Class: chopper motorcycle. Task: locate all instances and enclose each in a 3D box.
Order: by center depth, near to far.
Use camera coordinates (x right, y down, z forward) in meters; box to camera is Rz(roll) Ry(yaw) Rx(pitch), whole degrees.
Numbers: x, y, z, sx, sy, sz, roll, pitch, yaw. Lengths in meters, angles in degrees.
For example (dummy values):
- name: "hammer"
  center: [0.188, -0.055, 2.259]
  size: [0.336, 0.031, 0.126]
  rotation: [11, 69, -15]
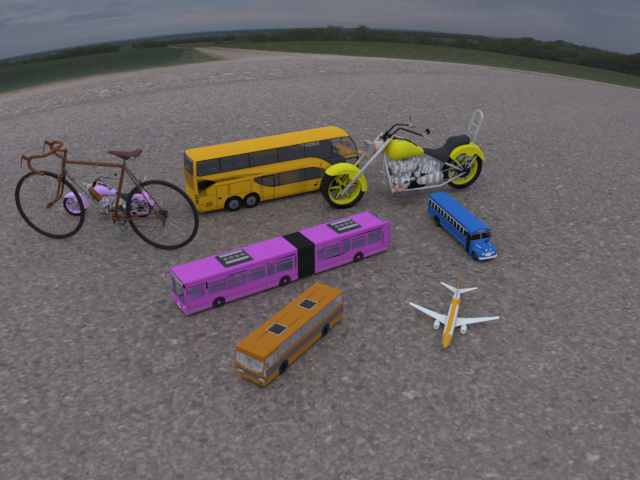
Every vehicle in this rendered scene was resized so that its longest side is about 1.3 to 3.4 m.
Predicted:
- name: "chopper motorcycle"
  center: [-3.532, -0.738, 11.643]
  size: [1.563, 0.761, 0.466]
  rotation: [3, 28, 6]
- name: "chopper motorcycle"
  center: [1.481, -1.408, 12.129]
  size: [3.040, 1.480, 0.906]
  rotation: [-9, 29, -16]

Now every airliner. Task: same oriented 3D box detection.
- name: "airliner"
  center: [1.699, 0.897, 8.952]
  size: [1.161, 0.429, 1.307]
  rotation: [8, 29, 15]

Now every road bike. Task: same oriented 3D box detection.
- name: "road bike"
  center: [-3.280, -0.669, 10.570]
  size: [3.004, 1.656, 0.696]
  rotation: [5, 29, 10]

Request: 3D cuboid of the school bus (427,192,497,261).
- name: "school bus"
  center: [2.232, -0.229, 11.041]
  size: [0.365, 0.434, 1.708]
  rotation: [-9, 30, -17]

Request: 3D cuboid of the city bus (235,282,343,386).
- name: "city bus"
  center: [-0.332, 1.119, 8.507]
  size: [0.476, 0.460, 1.674]
  rotation: [18, 33, 29]

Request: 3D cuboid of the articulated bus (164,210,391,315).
- name: "articulated bus"
  center: [-0.482, 0.266, 9.986]
  size: [3.401, 0.561, 0.605]
  rotation: [-17, 33, -28]

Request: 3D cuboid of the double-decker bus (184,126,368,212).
- name: "double-decker bus"
  center: [-0.754, -1.282, 12.347]
  size: [3.251, 1.052, 0.756]
  rotation: [-13, 31, -23]
